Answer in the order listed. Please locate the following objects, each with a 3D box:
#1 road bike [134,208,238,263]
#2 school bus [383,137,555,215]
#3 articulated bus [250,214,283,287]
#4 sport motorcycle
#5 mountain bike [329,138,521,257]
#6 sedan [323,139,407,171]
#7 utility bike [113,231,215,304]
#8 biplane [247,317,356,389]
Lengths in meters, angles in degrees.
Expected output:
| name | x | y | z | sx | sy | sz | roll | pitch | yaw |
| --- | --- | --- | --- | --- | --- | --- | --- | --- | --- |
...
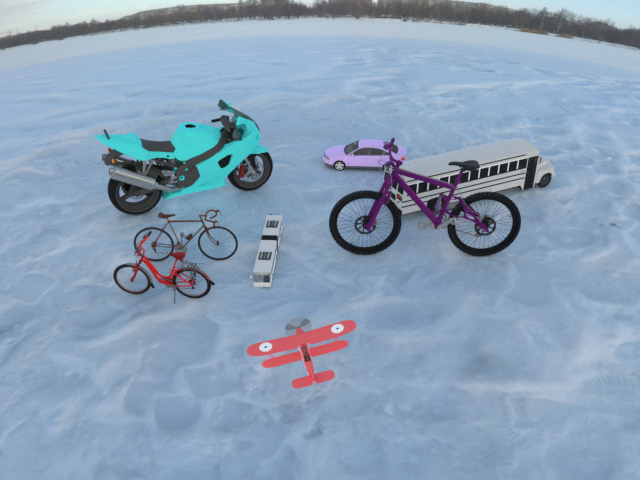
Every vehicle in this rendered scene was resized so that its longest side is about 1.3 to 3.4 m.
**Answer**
| name | x | y | z | sx | sy | sz | roll | pitch | yaw |
| --- | --- | --- | --- | --- | --- | --- | --- | --- | --- |
| road bike | -1.999 | -0.049 | 10.376 | 1.545 | 0.852 | 0.358 | -1 | 31 | -1 |
| school bus | 2.679 | -1.145 | 12.181 | 3.322 | 0.844 | 0.709 | -14 | 34 | -22 |
| articulated bus | -0.779 | 0.127 | 10.629 | 0.311 | 0.289 | 1.749 | 2 | 31 | 3 |
| sport motorcycle | -2.191 | -1.356 | 11.805 | 2.955 | 1.596 | 0.983 | -14 | 34 | -21 |
| mountain bike | 1.561 | -0.499 | 10.312 | 2.857 | 1.688 | 1.114 | 1 | 31 | 1 |
| sedan | 0.861 | -1.645 | 13.348 | 1.613 | 0.483 | 0.635 | 3 | 31 | 4 |
| utility bike | -2.160 | 0.425 | 9.509 | 1.435 | 0.946 | 0.535 | 3 | 32 | 5 |
| biplane | -0.186 | 1.382 | 8.362 | 1.336 | 0.504 | 1.090 | -6 | 32 | -10 |
